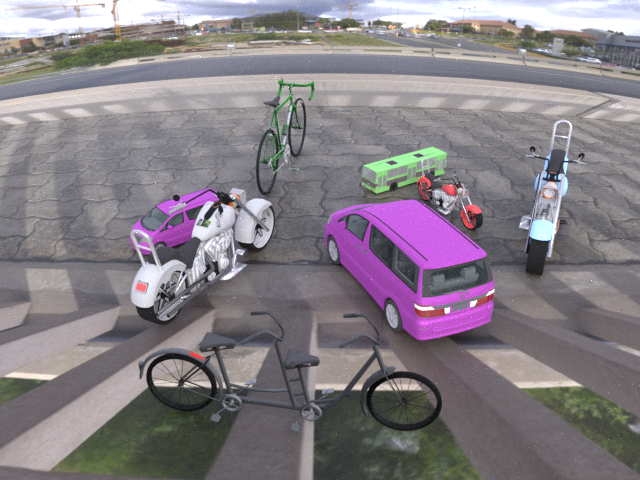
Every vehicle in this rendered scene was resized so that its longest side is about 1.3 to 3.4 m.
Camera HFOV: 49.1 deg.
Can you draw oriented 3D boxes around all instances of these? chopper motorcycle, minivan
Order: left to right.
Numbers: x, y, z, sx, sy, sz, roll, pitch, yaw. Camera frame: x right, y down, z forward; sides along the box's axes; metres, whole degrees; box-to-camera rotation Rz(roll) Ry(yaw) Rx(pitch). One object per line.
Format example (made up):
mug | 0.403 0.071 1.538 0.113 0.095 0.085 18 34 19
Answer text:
minivan | -2.201 -0.295 10.890 1.548 0.616 0.681 -22 35 -34
chopper motorcycle | -1.483 -0.044 9.532 0.906 1.480 3.040 14 32 23
minivan | 1.086 0.140 9.491 1.324 1.197 3.011 -12 31 -20
chopper motorcycle | 2.140 -0.766 11.601 0.466 0.761 1.563 -16 32 -27
chopper motorcycle | 3.531 -0.719 10.766 0.906 1.480 3.040 10 30 18

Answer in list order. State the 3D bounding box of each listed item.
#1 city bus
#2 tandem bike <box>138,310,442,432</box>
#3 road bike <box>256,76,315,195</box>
city bus | 1.560 -1.271 12.835 1.674 0.460 0.476 -18 33 -29
tandem bike | -0.341 1.339 7.166 3.192 1.326 0.550 4 29 7
road bike | -0.679 -2.007 12.935 0.696 1.656 3.004 7 30 13
